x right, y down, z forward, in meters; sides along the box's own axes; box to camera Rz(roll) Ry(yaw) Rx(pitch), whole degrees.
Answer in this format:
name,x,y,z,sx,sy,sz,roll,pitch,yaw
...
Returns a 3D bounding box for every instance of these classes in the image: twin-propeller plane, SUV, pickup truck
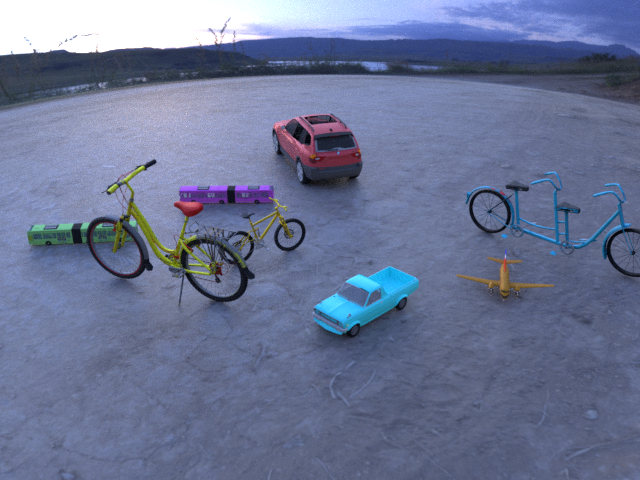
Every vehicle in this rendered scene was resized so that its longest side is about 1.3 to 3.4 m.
name,x,y,z,sx,sy,sz,roll,pitch,yaw
twin-propeller plane,2.675,0.513,10.125,1.370,0.407,1.095,6,27,12
SUV,-0.103,-2.088,14.569,1.276,1.128,3.058,-8,27,-16
pickup truck,0.645,0.761,9.506,1.603,0.511,0.640,-24,35,-39

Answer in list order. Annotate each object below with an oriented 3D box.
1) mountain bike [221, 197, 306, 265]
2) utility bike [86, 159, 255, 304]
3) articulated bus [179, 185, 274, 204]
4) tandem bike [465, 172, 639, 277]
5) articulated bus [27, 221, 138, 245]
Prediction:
name,x,y,z,sx,sy,sz,roll,pitch,yaw
mountain bike,-0.869,-0.118,10.881,1.469,0.868,0.573,-14,30,-27
utility bike,-2.202,-0.038,9.624,2.791,1.839,1.039,11,28,21
articulated bus,-1.738,-0.847,13.008,1.749,0.289,0.311,-1,26,-1
tandem bike,3.708,-0.400,10.934,3.192,1.326,0.550,21,33,36
articulated bus,-3.878,-0.116,11.529,1.749,0.289,0.311,-3,26,-5
